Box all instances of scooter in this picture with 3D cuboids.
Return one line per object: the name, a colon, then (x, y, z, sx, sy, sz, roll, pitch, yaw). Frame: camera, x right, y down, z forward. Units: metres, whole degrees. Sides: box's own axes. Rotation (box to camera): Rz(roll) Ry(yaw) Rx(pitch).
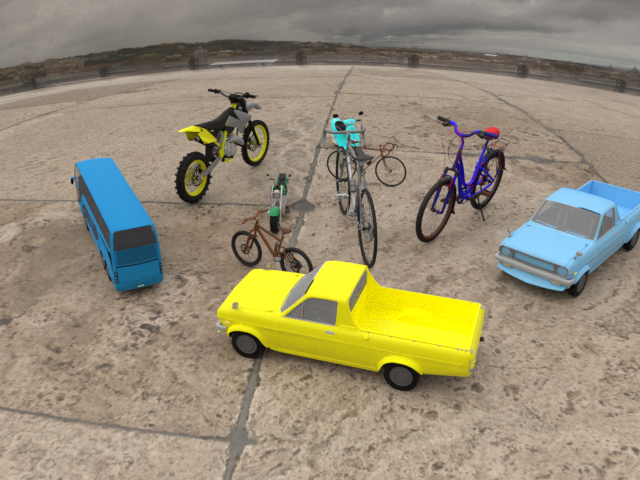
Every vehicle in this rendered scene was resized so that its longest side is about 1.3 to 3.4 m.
scooter: (0.515, -2.219, 14.405, 0.662, 0.919, 1.399, -9, 29, -17)

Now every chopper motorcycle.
chopper motorcycle: (-0.694, -0.755, 11.726, 0.466, 0.761, 1.563, 2, 27, 3)

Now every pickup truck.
pickup truck: (0.351, 0.880, 8.290, 3.117, 0.993, 1.244, 9, 28, 16)
pickup truck: (3.879, -0.221, 10.432, 1.244, 0.993, 3.117, 23, 35, 37)

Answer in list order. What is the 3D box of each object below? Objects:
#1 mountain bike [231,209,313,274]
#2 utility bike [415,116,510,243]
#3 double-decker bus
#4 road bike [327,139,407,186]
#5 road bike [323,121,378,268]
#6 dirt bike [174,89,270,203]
mountain bike: (-0.701, 0.107, 9.931, 1.469, 0.868, 0.573, 18, 32, 31)
utility bike: (2.435, -1.068, 11.156, 1.039, 1.839, 2.791, 21, 34, 35)
double-decker bus: (-3.142, -0.360, 10.639, 0.756, 1.052, 3.251, -13, 30, -23)
road bike: (0.854, -1.450, 12.981, 1.545, 0.852, 0.358, 9, 29, 18)
road bike: (0.533, -0.803, 10.840, 0.696, 1.656, 3.004, -4, 27, -8)
dirt bike: (-1.749, -1.836, 12.841, 1.024, 1.666, 2.903, 14, 30, 25)
